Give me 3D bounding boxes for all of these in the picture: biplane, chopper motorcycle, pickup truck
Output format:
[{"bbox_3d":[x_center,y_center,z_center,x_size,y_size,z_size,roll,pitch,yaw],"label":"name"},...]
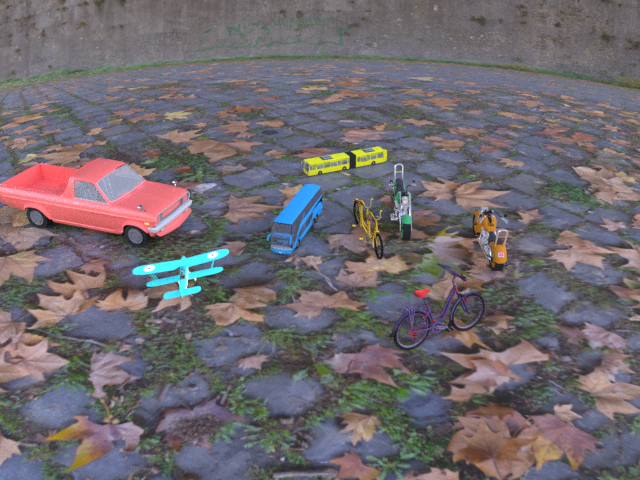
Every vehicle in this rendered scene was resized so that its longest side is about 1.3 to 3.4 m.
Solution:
[{"bbox_3d":[-1.906,0.504,9.638,1.336,0.504,1.090,-4,29,-8],"label":"biplane"},{"bbox_3d":[1.349,-0.636,11.489,0.466,0.761,1.563,0,28,0],"label":"chopper motorcycle"},{"bbox_3d":[-3.697,-0.755,11.467,3.117,0.993,1.244,10,30,18],"label":"pickup truck"},{"bbox_3d":[2.551,-0.140,10.567,0.466,0.761,1.563,-1,28,-1],"label":"chopper motorcycle"}]

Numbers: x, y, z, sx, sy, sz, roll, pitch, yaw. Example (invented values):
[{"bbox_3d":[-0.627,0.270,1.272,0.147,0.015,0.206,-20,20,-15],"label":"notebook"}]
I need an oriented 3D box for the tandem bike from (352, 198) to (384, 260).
[{"bbox_3d":[0.746,-0.311,10.968,0.283,0.682,1.642,-6,29,-11],"label":"tandem bike"}]

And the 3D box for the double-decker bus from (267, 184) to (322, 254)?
[{"bbox_3d":[-0.362,-0.335,11.161,0.389,0.541,1.672,9,29,15],"label":"double-decker bus"}]

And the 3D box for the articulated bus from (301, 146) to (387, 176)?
[{"bbox_3d":[0.496,-1.549,13.688,1.749,0.289,0.311,-13,31,-22],"label":"articulated bus"}]

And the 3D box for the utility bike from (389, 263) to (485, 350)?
[{"bbox_3d":[1.442,0.806,8.611,1.435,0.946,0.535,-14,31,-24],"label":"utility bike"}]
